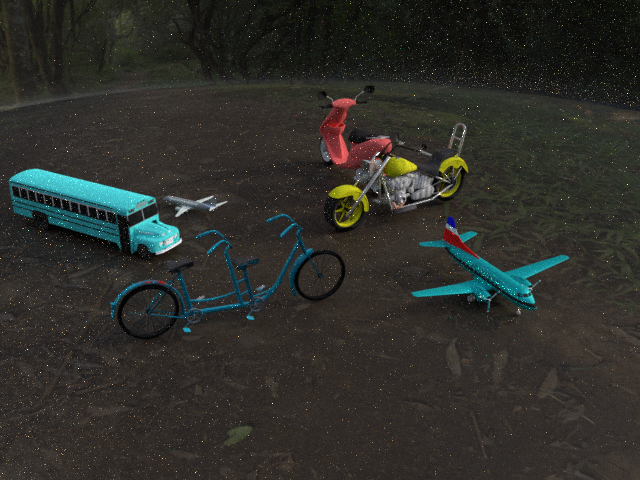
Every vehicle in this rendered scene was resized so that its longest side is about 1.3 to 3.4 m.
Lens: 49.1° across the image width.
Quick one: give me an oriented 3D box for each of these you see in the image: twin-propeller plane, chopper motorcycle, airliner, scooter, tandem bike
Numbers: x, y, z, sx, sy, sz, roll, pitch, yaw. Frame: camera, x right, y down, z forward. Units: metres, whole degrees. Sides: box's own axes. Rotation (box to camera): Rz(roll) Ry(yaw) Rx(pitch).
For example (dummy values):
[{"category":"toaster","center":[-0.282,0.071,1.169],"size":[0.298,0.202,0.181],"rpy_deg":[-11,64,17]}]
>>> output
[{"category":"twin-propeller plane","center":[2.348,0.359,9.908],"size":[2.663,0.792,2.129],"rpy_deg":[-11,28,-23]},{"category":"chopper motorcycle","center":[1.397,-1.124,12.248],"size":[3.040,1.480,0.906],"rpy_deg":[-15,29,-29]},{"category":"airliner","center":[-2.349,-0.740,12.666],"size":[1.307,0.429,1.161],"rpy_deg":[14,28,27]},{"category":"scooter","center":[0.659,-2.046,13.847],"size":[1.288,1.786,2.721],"rpy_deg":[-12,28,-25]},{"category":"tandem bike","center":[-1.108,0.454,9.080],"size":[3.192,1.326,0.550],"rpy_deg":[-11,27,-21]}]

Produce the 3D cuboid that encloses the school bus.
[{"category":"school bus","center":[-3.747,-0.467,11.600],"size":[3.322,0.844,0.709],"rpy_deg":[14,29,27]}]
